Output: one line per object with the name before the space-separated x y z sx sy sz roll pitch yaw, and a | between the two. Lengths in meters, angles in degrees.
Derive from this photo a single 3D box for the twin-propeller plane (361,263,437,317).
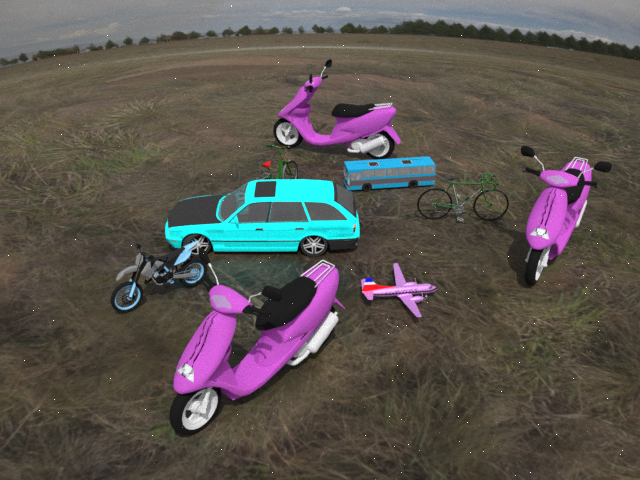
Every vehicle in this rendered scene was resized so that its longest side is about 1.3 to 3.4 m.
twin-propeller plane | 1.131 0.668 9.865 1.095 0.407 1.370 -4 30 -7

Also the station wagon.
station wagon | -0.926 -0.417 11.233 3.105 0.920 1.327 0 30 -1

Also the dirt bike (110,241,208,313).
dirt bike | -2.239 0.462 9.772 1.493 0.857 0.527 -22 36 -33

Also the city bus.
city bus | 1.294 -1.230 13.104 1.674 0.460 0.476 -4 30 -7

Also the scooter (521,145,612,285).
scooter | 3.664 -0.591 10.668 1.288 1.786 2.721 17 34 26

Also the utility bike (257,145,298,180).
utility bike | -0.815 -1.208 12.579 0.535 0.946 1.435 15 33 24

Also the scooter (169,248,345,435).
scooter | -0.662 0.946 8.001 1.288 1.786 2.721 24 38 36

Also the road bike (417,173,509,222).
road bike | 2.424 -0.712 11.814 1.545 0.852 0.358 1 30 2

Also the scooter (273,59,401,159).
scooter | 0.309 -2.574 14.107 2.721 1.786 1.288 10 31 16
